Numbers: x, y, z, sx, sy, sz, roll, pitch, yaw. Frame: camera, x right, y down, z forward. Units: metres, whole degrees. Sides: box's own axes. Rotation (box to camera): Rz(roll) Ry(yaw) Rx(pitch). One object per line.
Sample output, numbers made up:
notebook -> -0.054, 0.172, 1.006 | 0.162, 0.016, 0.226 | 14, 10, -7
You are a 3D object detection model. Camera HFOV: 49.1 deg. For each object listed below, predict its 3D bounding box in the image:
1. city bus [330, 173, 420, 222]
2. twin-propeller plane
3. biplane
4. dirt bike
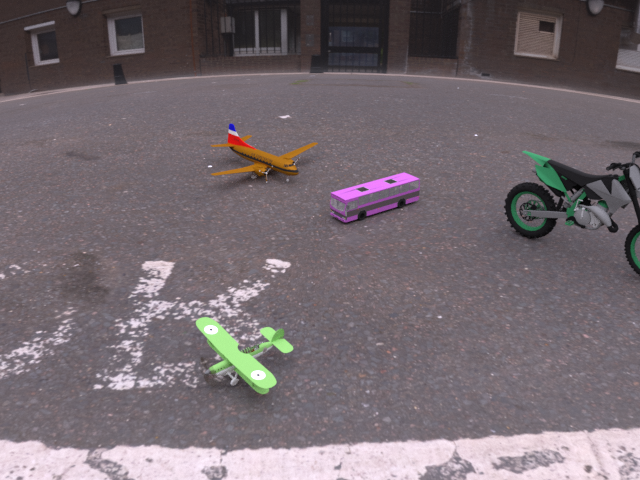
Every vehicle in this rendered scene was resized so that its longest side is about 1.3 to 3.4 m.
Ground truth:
city bus -> 0.961, -0.725, 12.040 | 1.674, 0.460, 0.476 | -18, 31, -32
twin-propeller plane -> -1.152, -1.703, 13.668 | 2.663, 0.792, 2.129 | -23, 34, -39
biplane -> -0.816, 1.300, 7.838 | 1.090, 0.504, 1.336 | -21, 33, -37
dirt bike -> 3.998, -0.488, 10.179 | 1.024, 1.666, 2.903 | -22, 34, -38
